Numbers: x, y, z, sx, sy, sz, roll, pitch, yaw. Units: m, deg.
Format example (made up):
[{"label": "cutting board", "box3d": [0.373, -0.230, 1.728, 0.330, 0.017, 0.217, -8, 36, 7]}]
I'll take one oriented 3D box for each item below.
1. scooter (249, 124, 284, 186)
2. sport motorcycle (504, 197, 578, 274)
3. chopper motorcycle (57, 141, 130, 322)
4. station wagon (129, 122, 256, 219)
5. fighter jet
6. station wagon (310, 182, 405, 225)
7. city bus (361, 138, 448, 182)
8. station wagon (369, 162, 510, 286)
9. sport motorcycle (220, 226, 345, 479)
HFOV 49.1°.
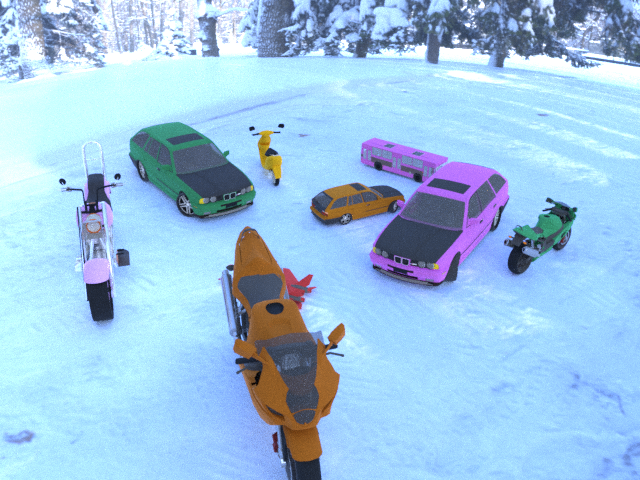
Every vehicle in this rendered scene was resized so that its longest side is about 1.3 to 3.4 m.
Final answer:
[{"label": "scooter", "box3d": [-0.927, -1.615, 12.832, 0.662, 0.919, 1.399, -8, 29, -14]}, {"label": "sport motorcycle", "box3d": [3.180, -0.057, 10.000, 1.520, 0.821, 0.506, -22, 35, -36]}, {"label": "chopper motorcycle", "box3d": [-3.056, -0.206, 9.578, 0.906, 1.480, 3.040, -7, 29, -13]}, {"label": "station wagon", "box3d": [-2.305, -1.334, 12.301, 1.327, 0.920, 3.105, -18, 33, -30]}, {"label": "fighter jet", "box3d": [-0.772, 0.570, 9.388, 1.358, 0.286, 1.147, 10, 30, 18]}, {"label": "station wagon", "box3d": [0.645, -0.670, 11.527, 1.597, 0.473, 0.682, -14, 31, -25]}, {"label": "city bus", "box3d": [1.548, -1.462, 13.035, 1.674, 0.460, 0.476, 22, 35, 35]}, {"label": "station wagon", "box3d": [1.866, -0.380, 10.503, 1.327, 0.920, 3.105, 16, 32, 27]}, {"label": "sport motorcycle", "box3d": [-0.442, 1.132, 6.931, 0.983, 1.596, 2.955, -7, 29, -13]}]
